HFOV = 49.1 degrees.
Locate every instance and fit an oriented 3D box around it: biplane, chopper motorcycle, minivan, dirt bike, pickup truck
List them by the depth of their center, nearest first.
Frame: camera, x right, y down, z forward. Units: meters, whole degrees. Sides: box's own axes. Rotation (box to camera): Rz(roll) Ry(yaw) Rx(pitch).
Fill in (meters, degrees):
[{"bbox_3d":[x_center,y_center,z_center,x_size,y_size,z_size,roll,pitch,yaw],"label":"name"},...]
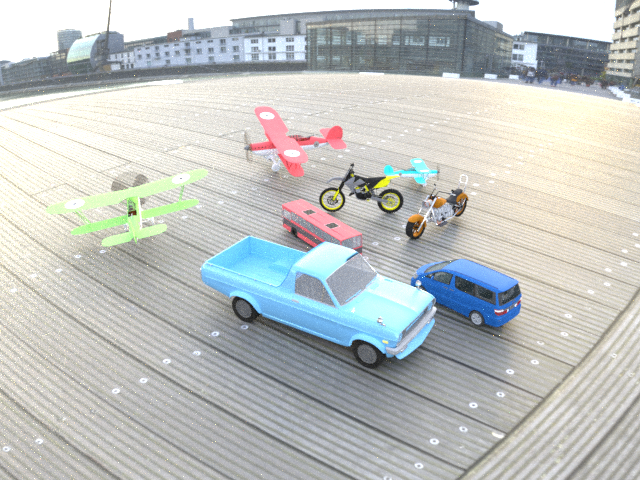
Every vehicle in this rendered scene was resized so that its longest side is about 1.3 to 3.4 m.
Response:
[{"bbox_3d":[-0.066,0.607,9.159,3.117,0.993,1.244,16,31,29],"label":"pickup truck"},{"bbox_3d":[1.958,0.627,9.542,0.681,0.616,1.548,-23,34,-38],"label":"minivan"},{"bbox_3d":[-3.033,-0.410,11.217,2.598,0.981,2.120,-7,27,-13],"label":"biplane"},{"bbox_3d":[1.990,-0.564,11.773,1.563,0.761,0.466,-23,35,-39],"label":"chopper motorcycle"},{"bbox_3d":[0.728,-0.868,12.277,1.493,0.857,0.527,1,26,2],"label":"dirt bike"},{"bbox_3d":[1.778,-1.302,13.543,1.090,0.504,1.336,0,26,-1],"label":"biplane"},{"bbox_3d":[-0.513,-1.949,14.309,2.120,0.981,2.598,-9,28,-18],"label":"biplane"}]

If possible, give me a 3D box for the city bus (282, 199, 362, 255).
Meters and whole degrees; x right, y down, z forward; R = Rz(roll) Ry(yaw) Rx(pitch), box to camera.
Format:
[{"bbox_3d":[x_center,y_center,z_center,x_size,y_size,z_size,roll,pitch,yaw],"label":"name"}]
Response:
[{"bbox_3d":[0.005,-0.137,11.253,0.476,0.460,1.674,-17,31,-31],"label":"city bus"}]
